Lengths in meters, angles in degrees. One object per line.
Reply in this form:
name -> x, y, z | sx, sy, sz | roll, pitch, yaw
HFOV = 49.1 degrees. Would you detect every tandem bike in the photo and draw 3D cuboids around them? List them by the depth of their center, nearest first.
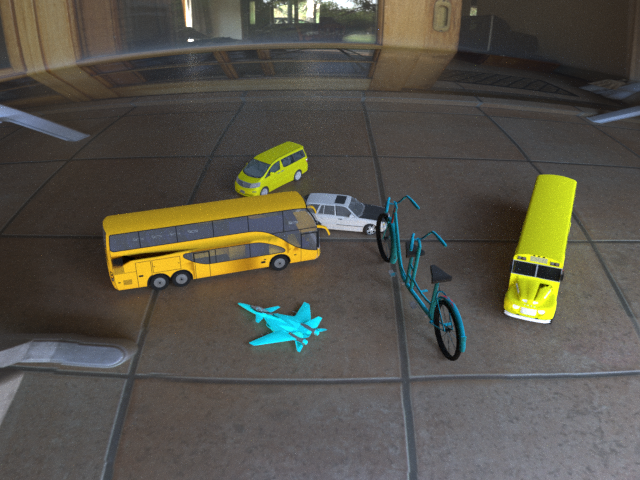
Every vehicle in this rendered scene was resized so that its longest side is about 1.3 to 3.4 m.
tandem bike -> 1.304, 0.333, 9.562 | 0.550, 1.326, 3.192 | -8, 31, -13

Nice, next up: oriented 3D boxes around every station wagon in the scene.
station wagon -> 0.381, -0.472, 11.770 | 1.597, 0.473, 0.682 | 6, 31, 9

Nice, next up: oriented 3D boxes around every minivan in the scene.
minivan -> -0.910, -1.315, 13.063 | 0.681, 0.616, 1.548 | 22, 37, 33

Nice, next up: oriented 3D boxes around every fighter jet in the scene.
fighter jet -> -0.616, 1.019, 9.420 | 1.358, 0.286, 1.147 | 21, 37, 32

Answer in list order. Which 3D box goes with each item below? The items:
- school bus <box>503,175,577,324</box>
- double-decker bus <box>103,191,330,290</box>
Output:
school bus -> 3.348, 0.055, 10.509 | 0.709, 0.844, 3.322 | 11, 32, 18
double-decker bus -> -1.508, -0.015, 10.423 | 3.251, 1.052, 0.756 | -9, 32, -15
